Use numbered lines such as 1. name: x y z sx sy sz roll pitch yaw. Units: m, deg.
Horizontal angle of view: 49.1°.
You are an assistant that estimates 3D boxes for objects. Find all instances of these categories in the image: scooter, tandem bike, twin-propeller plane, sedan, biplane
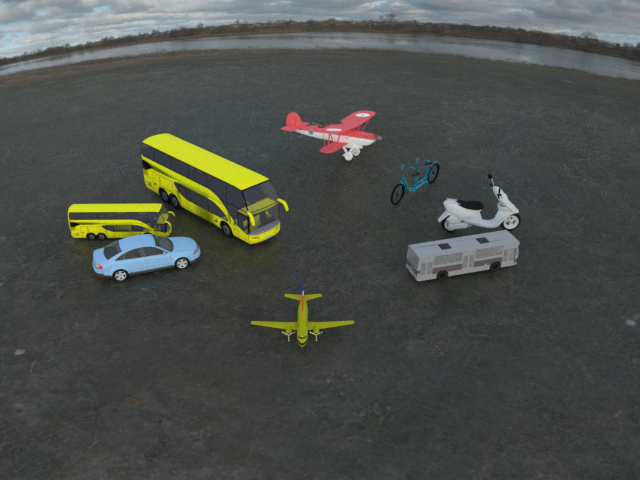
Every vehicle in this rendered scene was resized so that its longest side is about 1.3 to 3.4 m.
1. scooter: 2.669 -0.549 11.570 1.399 0.919 0.662 -2 30 -3
2. tandem bike: 1.789 -1.175 12.910 0.283 0.682 1.642 22 36 34
3. twin-propeller plane: -0.231 1.016 9.336 1.370 0.407 1.095 0 30 0
4. sedan: -2.649 0.192 10.707 1.613 0.483 0.635 -11 31 -18
5. biplane: 0.283 -2.223 14.450 2.120 0.981 2.598 11 32 19

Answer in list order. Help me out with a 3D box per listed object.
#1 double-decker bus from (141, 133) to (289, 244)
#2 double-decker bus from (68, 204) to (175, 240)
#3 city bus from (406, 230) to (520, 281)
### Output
1. double-decker bus: -1.919 -0.912 12.073 3.251 1.052 0.756 26 39 38
2. double-decker bus: -3.261 -0.309 11.529 1.672 0.541 0.389 0 30 -1
3. city bus: 2.168 0.250 10.629 1.674 0.460 0.476 -8 31 -14
